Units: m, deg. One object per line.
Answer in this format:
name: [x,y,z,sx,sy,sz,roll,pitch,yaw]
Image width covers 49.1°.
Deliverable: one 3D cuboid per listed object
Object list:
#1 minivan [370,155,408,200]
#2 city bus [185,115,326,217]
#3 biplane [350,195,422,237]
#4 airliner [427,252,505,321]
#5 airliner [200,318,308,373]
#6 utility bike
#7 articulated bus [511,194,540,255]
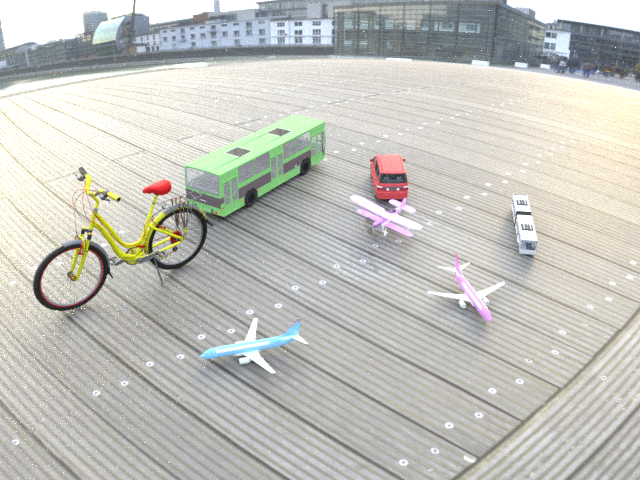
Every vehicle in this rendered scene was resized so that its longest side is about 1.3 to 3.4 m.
minivan: [1.283,-1.263,13.064,0.681,0.616,1.548,0,29,-1]
city bus: [-1.098,-1.417,13.055,0.926,0.894,3.255,17,33,29]
biplane: [1.162,-0.390,11.583,1.336,0.504,1.090,19,34,31]
airliner: [2.108,0.657,9.747,1.161,0.429,1.307,-6,29,-11]
airliner: [-0.839,1.240,8.683,1.307,0.429,1.161,-7,30,-13]
utility bike: [-2.611,-0.094,9.652,2.791,1.839,1.039,-23,36,-36]
articulated bus: [3.377,-0.284,11.614,0.311,0.289,1.749,4,29,8]
